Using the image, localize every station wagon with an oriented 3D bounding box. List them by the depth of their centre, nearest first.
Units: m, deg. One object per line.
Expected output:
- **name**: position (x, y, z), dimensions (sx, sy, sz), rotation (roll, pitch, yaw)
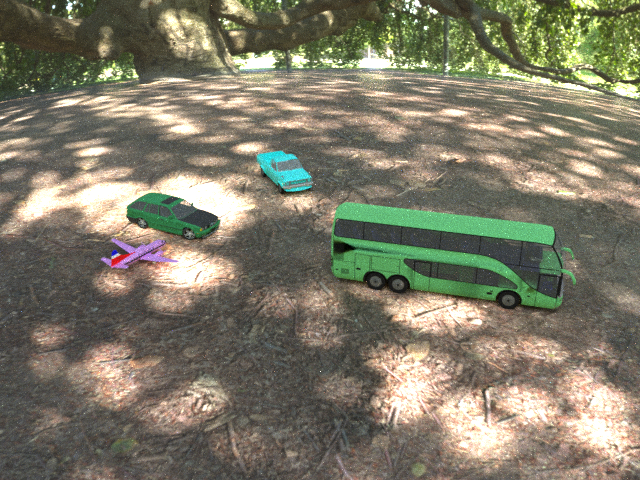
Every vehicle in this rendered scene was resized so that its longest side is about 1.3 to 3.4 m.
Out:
- **station wagon**: position (-2.411, -0.429, 11.489), dimensions (1.597, 0.473, 0.682), rotation (13, 29, 24)

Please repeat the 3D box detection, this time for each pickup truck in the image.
- **pickup truck**: position (-0.694, -1.368, 13.351), dimensions (0.640, 0.511, 1.603), rotation (-11, 28, -21)

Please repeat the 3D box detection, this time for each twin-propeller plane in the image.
- **twin-propeller plane**: position (-2.675, 0.162, 10.365), dimensions (1.370, 0.407, 1.095), rotation (16, 30, 29)

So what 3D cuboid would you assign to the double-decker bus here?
- **double-decker bus**: position (1.764, 0.206, 9.545), dimensions (3.251, 1.052, 0.756), rotation (7, 27, 15)
